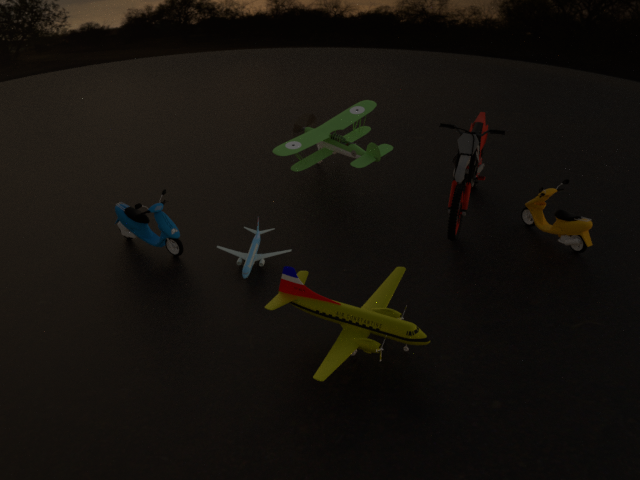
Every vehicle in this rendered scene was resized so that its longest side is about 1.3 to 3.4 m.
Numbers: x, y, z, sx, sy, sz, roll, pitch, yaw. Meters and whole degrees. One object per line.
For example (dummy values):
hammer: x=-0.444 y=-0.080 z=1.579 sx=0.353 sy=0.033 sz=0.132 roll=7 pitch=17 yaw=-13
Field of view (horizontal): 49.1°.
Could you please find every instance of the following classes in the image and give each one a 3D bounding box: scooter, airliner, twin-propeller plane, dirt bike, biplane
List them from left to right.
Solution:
scooter: x=-2.683 y=-0.298 z=10.841 sx=1.399 sy=0.919 sz=0.662 roll=17 pitch=34 yaw=27
airliner: x=-1.029 y=0.121 z=10.605 sx=1.161 sy=0.429 sz=1.307 roll=3 pitch=30 yaw=5
biplane: x=0.349 y=-1.824 z=13.428 sx=2.598 sy=0.981 sz=2.120 roll=-25 pitch=39 yaw=-37
twin-propeller plane: x=0.399 y=0.886 z=8.913 sx=2.129 sy=0.792 sz=2.663 roll=14 pitch=33 yaw=23
dirt bike: x=2.502 y=-1.218 z=11.690 sx=1.024 sy=1.666 sz=2.903 roll=10 pitch=31 yaw=17
scooter: x=3.746 y=-0.416 z=11.046 sx=0.662 sy=0.919 sz=1.399 roll=-17 pitch=34 yaw=-27
